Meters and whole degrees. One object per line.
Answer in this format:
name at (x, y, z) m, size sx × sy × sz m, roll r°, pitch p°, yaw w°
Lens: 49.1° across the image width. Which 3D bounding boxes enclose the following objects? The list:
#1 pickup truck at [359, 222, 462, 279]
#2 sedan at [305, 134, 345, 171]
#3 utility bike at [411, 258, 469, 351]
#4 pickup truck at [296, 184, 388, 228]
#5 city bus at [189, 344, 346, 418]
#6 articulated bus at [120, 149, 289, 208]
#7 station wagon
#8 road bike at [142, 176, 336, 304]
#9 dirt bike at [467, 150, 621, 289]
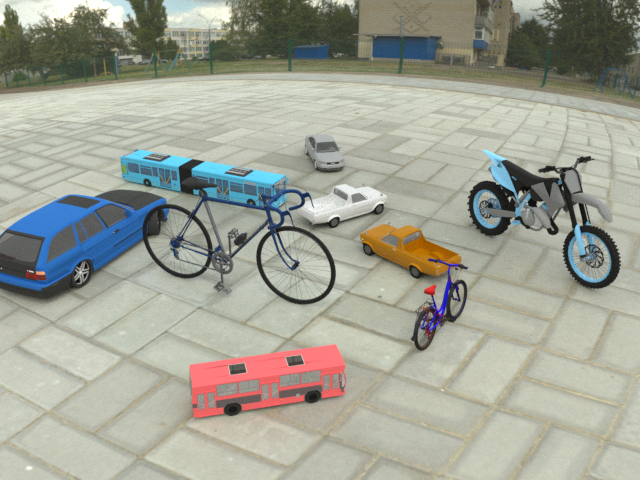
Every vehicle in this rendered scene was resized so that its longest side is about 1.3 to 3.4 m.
pickup truck at (1.329, 0.106, 10.518) m, size 0.640 × 0.511 × 1.603 m, roll -22°, pitch 34°, yaw -37°
sedan at (0.090, -1.878, 14.516) m, size 0.635 × 0.483 × 1.613 m, roll -6°, pitch 27°, yaw -11°
utility bike at (1.479, 0.746, 8.752) m, size 0.535 × 0.946 × 1.435 m, roll 18°, pitch 32°, yaw 32°
pickup truck at (0.392, -0.638, 12.005) m, size 1.603 × 0.511 × 0.640 m, roll -17°, pitch 31°, yaw -30°
city bus at (-0.571, 1.555, 7.677) m, size 1.674 × 0.460 × 0.476 m, roll -6°, pitch 27°, yaw -12°
articulated bus at (-2.185, -1.142, 12.956) m, size 3.401 × 0.561 × 0.605 m, roll 12°, pitch 29°, yaw 22°
station wagon at (-3.563, -0.199, 10.669) m, size 1.327 × 0.920 × 3.105 m, roll 11°, pitch 29°, yaw 21°
road bike at (-1.181, -0.035, 9.519) m, size 3.004 × 1.656 × 0.696 m, roll 11°, pitch 28°, yaw 20°
dirt bike at (3.272, -0.471, 10.380) m, size 1.024 × 1.666 × 2.903 m, roll -15°, pitch 30°, yaw -28°
